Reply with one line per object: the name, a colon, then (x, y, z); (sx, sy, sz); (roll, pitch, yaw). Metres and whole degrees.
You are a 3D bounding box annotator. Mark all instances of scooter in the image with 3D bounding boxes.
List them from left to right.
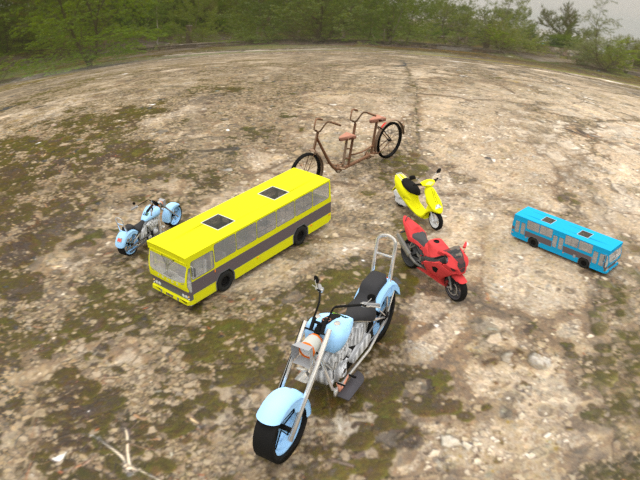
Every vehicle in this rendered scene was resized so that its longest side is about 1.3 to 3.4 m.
scooter: (1.688, -0.811, 12.058); (0.662, 0.919, 1.399); (-16, 34, -26)

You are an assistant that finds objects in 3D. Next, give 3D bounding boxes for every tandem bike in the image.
tandem bike: (0.604, -1.893, 13.532); (3.192, 1.326, 0.550); (-26, 39, -37)

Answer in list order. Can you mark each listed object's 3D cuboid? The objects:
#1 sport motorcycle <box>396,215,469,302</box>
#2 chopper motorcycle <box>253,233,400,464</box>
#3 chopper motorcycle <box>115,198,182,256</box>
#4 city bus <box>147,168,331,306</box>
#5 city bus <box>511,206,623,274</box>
sport motorcycle: (1.665, 0.268, 10.281); (0.506, 0.821, 1.520); (-16, 34, -26)
chopper motorcycle: (0.161, 1.152, 8.083); (0.906, 1.480, 3.040); (16, 34, 26)
chopper motorcycle: (-2.768, -0.328, 11.377); (0.466, 0.761, 1.563); (13, 33, 22)
city bus: (-1.126, -0.114, 10.871); (0.926, 0.894, 3.255); (21, 36, 32)
city bus: (3.881, -0.001, 11.111); (0.476, 0.460, 1.674); (-26, 39, -37)
